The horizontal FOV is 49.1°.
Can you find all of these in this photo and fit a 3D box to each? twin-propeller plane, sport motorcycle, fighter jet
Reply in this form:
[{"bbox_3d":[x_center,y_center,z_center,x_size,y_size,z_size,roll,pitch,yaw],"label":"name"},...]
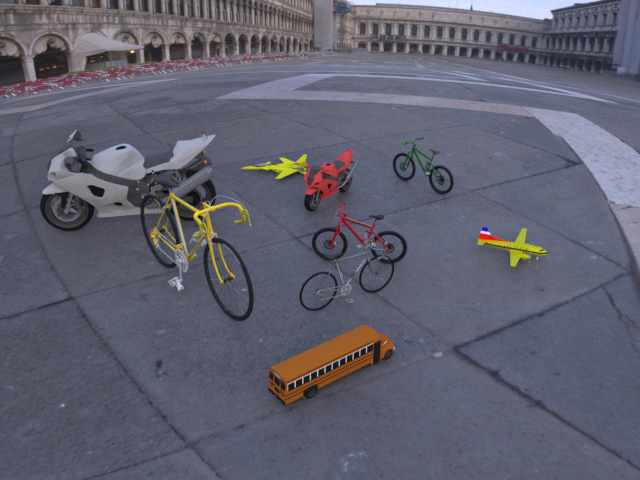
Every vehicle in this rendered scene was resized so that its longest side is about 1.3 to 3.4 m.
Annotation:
[{"bbox_3d":[3.030,0.057,10.981,1.095,0.407,1.370,10,29,19],"label":"twin-propeller plane"},{"bbox_3d":[-3.184,-0.985,11.701,2.955,1.596,0.983,-6,28,-11],"label":"sport motorcycle"},{"bbox_3d":[0.169,-1.102,12.771,0.506,0.821,1.520,17,32,30],"label":"sport motorcycle"},{"bbox_3d":[-0.927,-1.527,14.174,1.358,0.286,1.147,0,27,1],"label":"fighter jet"}]

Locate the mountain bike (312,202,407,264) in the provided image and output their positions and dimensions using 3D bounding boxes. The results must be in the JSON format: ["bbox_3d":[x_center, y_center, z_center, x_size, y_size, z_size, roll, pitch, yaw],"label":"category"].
[{"bbox_3d":[0.601,-0.053,10.692,1.469,0.868,0.573,3,28,7],"label":"mountain bike"}]

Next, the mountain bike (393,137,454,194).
[{"bbox_3d":[1.957,-1.417,13.328,0.573,0.868,1.469,-23,35,-37],"label":"mountain bike"}]

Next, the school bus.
[{"bbox_3d":[0.184,1.427,8.305,1.708,0.434,0.365,-19,33,-33],"label":"school bus"}]

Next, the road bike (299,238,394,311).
[{"bbox_3d":[0.395,0.480,9.681,1.545,0.852,0.358,-15,31,-26],"label":"road bike"}]

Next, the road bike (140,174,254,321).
[{"bbox_3d":[-1.814,-0.021,9.773,0.697,1.656,3.004,-21,34,-35],"label":"road bike"}]
